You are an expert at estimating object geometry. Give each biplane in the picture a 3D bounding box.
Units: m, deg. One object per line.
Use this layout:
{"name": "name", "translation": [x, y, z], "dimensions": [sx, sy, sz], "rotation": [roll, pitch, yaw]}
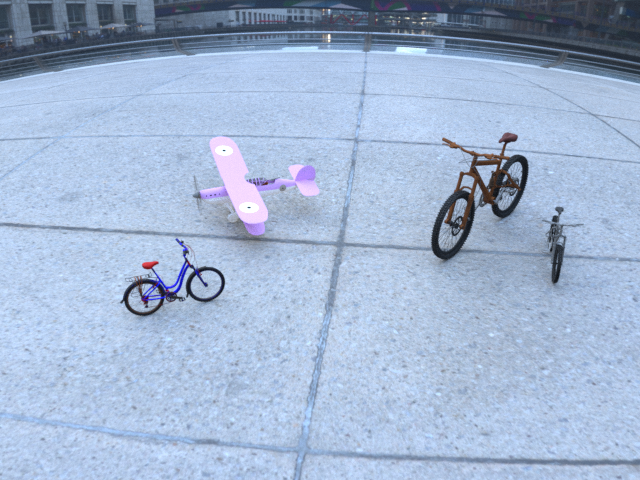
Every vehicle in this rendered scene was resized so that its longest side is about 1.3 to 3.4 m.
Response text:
{"name": "biplane", "translation": [-1.069, -0.847, 11.732], "dimensions": [2.120, 0.981, 2.598], "rotation": [-10, 32, -16]}

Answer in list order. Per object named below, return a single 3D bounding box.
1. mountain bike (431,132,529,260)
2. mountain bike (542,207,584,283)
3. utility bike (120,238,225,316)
{"name": "mountain bike", "translation": [2.597, -0.822, 10.989], "dimensions": [1.114, 1.688, 2.857], "rotation": [24, 38, 35]}
{"name": "mountain bike", "translation": [3.525, -0.015, 10.424], "dimensions": [0.573, 0.868, 1.469], "rotation": [7, 31, 11]}
{"name": "utility bike", "translation": [-2.009, 0.501, 9.466], "dimensions": [1.435, 0.946, 0.535], "rotation": [-12, 32, -19]}
